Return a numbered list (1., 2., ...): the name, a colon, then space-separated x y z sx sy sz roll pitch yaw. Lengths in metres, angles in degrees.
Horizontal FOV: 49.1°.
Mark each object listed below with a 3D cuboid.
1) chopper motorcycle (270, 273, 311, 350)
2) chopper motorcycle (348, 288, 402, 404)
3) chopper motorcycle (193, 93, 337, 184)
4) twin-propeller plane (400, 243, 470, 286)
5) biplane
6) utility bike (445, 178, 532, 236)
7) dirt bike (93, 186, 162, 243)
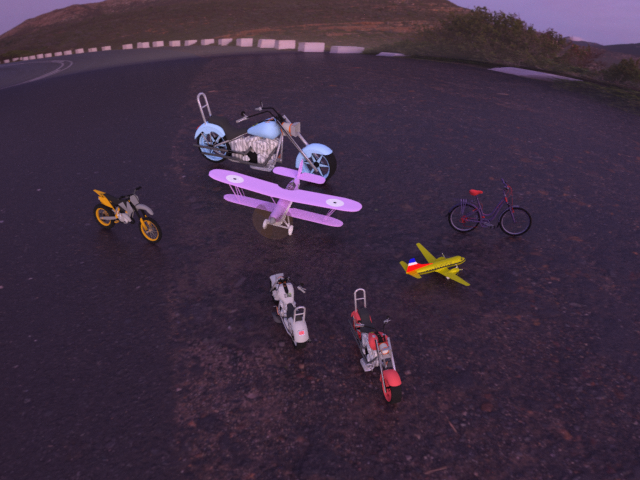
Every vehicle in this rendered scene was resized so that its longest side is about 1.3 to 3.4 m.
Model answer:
1. chopper motorcycle: -0.449 0.831 9.524 0.466 0.761 1.563 -9 31 -15
2. chopper motorcycle: 0.692 1.298 8.708 0.466 0.761 1.563 -8 31 -13
3. chopper motorcycle: -1.121 -2.001 13.747 3.040 1.480 0.906 12 32 20
4. twin-propeller plane: 1.787 0.354 10.713 1.095 0.407 1.370 -14 32 -22
5. biplane: -0.518 -0.746 12.058 2.598 0.981 2.120 6 30 10
6. utility bike: 2.840 -0.546 11.744 1.435 0.946 0.535 5 30 8
7. dirt bike: -3.240 -0.452 11.669 1.493 0.857 0.527 16 33 25
